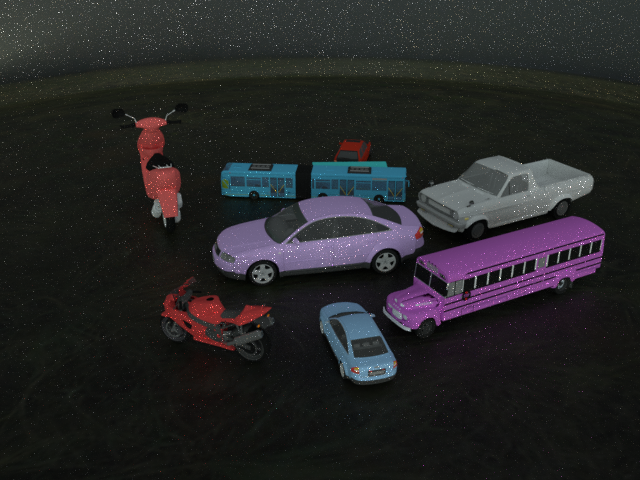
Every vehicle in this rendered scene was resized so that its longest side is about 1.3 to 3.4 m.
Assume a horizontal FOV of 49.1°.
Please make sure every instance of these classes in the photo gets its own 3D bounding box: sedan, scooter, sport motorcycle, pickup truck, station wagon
[{"bbox_3d":[0.422,1.132,8.344,0.635,0.483,1.613,-7,26,-13],"label":"sedan"},{"bbox_3d":[-2.786,-1.340,12.000,1.288,1.786,2.721,-8,27,-17],"label":"scooter"},{"bbox_3d":[-1.254,0.969,8.292,1.520,0.821,0.506,10,27,19],"label":"sport motorcycle"},{"bbox_3d":[-0.021,-0.086,10.361,3.137,0.940,1.235,-5,26,-11],"label":"sedan"},{"bbox_3d":[3.185,-0.865,11.927,3.117,0.993,1.244,-14,29,-26],"label":"pickup truck"},{"bbox_3d":[0.694,-1.848,14.581,0.682,0.473,1.597,5,26,10],"label":"station wagon"}]

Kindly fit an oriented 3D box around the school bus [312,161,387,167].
[{"bbox_3d":[0.428,-1.262,13.404,1.708,0.434,0.365,-1,26,-2],"label":"school bus"}]

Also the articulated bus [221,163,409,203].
[{"bbox_3d":[-0.090,-1.057,12.826,3.401,0.561,0.605,2,26,4],"label":"articulated bus"}]

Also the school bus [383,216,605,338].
[{"bbox_3d":[2.368,0.437,9.377,3.322,0.844,0.709,-13,29,-26],"label":"school bus"}]
